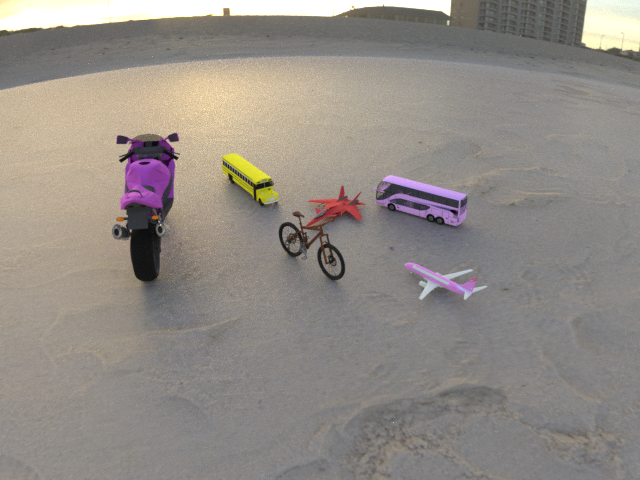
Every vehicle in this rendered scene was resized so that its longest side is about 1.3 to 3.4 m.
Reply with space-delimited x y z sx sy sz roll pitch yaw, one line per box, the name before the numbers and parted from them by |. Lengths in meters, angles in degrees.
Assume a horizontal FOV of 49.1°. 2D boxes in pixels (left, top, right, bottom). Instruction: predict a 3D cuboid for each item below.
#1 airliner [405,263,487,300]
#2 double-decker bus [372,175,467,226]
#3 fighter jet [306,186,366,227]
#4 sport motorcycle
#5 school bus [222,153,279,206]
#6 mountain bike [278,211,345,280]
airliner | 1.707 0.489 9.995 1.161 0.429 1.307 -23 36 -36
double-decker bus | 1.702 -0.693 12.036 1.672 0.541 0.389 18 34 30
fighter jet | 0.174 -0.547 12.033 1.147 0.286 1.358 21 35 33
sport motorcycle | -2.638 -0.615 10.795 0.983 1.596 2.955 -3 29 -6
school bus | -1.293 -1.125 12.935 0.365 0.434 1.708 -17 33 -28
mountain bike | -0.145 0.021 10.393 0.573 0.868 1.469 -23 36 -36
